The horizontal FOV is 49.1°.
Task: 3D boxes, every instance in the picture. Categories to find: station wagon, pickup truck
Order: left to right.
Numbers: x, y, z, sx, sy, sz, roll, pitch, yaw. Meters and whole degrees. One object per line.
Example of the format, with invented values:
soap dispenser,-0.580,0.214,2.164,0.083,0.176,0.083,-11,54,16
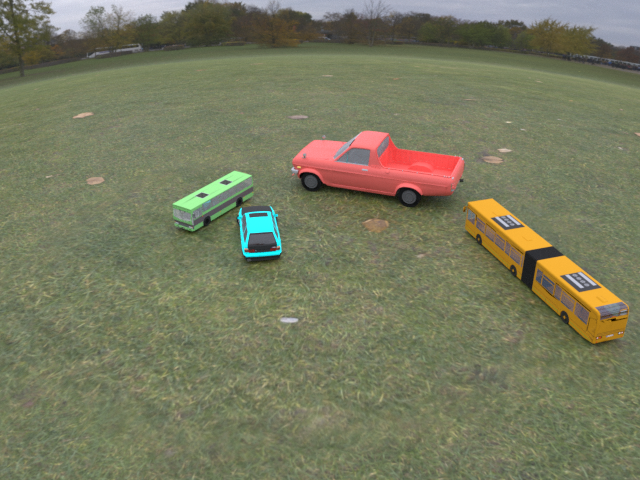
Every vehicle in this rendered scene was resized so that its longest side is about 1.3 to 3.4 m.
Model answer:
station wagon,-0.985,-0.214,11.287,0.682,0.473,1.597,-4,29,-8
pickup truck,1.056,-1.408,12.918,3.117,0.993,1.244,10,30,18

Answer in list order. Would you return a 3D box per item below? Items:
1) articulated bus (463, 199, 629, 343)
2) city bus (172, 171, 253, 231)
articulated bus,3.144,0.320,10.224,0.605,0.561,3.401,-9,30,-16
city bus,-1.824,-0.678,12.143,0.476,0.460,1.674,17,33,28
